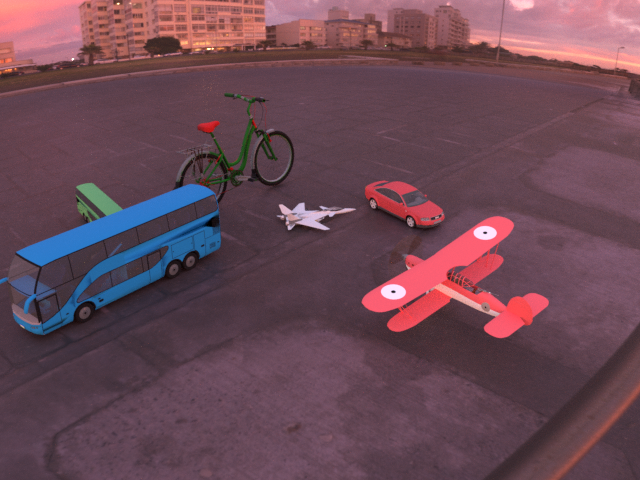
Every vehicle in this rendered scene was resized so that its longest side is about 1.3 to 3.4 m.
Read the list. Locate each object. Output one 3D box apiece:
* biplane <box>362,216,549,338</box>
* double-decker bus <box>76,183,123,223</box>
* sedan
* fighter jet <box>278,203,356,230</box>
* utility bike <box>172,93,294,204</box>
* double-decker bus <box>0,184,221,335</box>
[{"bbox_3d":[1.765,0.625,8.863,2.598,0.981,2.120,-20,33,-35],"label":"biplane"},{"bbox_3d":[-3.533,-0.421,11.411,0.389,0.541,1.672,-18,32,-32],"label":"double-decker bus"},{"bbox_3d":[1.435,-0.669,11.965,0.635,0.483,1.613,-19,33,-33],"label":"sedan"},{"bbox_3d":[-0.004,-0.490,11.829,1.358,0.286,1.147,-11,29,-20],"label":"fighter jet"},{"bbox_3d":[-1.545,-1.614,12.328,1.039,1.839,2.791,23,35,38],"label":"utility bike"},{"bbox_3d":[-2.740,0.205,9.612,0.756,1.052,3.251,20,33,34],"label":"double-decker bus"}]
